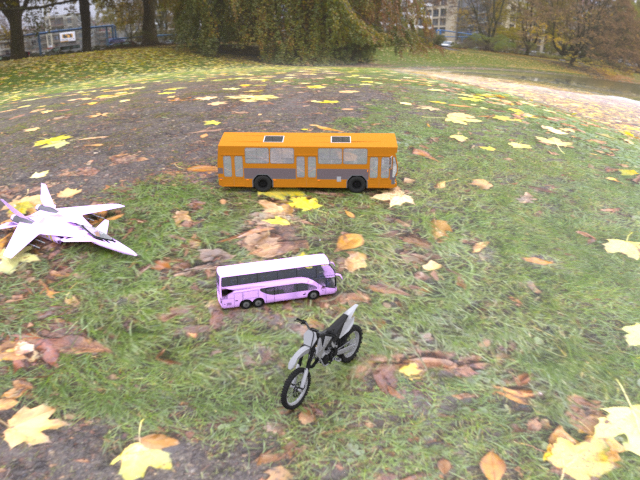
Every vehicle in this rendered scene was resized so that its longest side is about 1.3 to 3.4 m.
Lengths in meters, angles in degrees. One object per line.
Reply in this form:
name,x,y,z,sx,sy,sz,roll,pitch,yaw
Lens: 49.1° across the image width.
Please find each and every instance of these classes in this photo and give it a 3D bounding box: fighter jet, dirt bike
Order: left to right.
fighter jet,-3.829,-0.248,10.969,2.640,0.557,2.229,16,31,29
dirt bike,0.053,1.226,7.725,0.527,0.857,1.493,18,32,32

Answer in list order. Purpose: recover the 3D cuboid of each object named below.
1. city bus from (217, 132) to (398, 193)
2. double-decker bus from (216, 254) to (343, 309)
city bus,-0.216,-1.438,12.947,3.255,0.894,0.926,1,27,1
double-decker bus,-0.548,0.548,9.415,1.672,0.541,0.389,-7,28,-13
